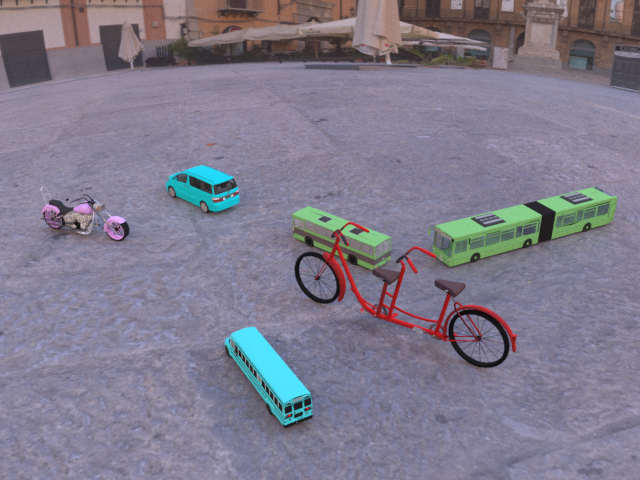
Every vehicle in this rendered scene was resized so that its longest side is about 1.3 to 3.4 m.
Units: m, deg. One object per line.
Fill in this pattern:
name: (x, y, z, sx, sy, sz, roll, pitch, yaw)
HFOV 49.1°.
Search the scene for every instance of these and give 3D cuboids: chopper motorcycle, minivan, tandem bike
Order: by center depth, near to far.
tandem bike: (0.943, 0.611, 8.717, 3.192, 1.326, 0.550, 19, 33, 31)
chopper motorcycle: (-3.814, -0.428, 11.288, 1.563, 0.761, 0.466, 9, 29, 16)
minivan: (-2.128, -0.981, 12.491, 1.548, 0.616, 0.681, 24, 36, 38)

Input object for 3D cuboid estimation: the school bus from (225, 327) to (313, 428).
school bus: (-0.642, 1.482, 8.022, 0.365, 0.434, 1.708, -15, 31, -26)

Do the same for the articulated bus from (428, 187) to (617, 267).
articulated bus: (3.300, -0.249, 11.164, 3.401, 0.561, 0.605, -13, 31, -23)

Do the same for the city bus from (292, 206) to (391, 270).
city bus: (0.308, -0.028, 10.853, 1.674, 0.460, 0.476, 22, 35, 36)
